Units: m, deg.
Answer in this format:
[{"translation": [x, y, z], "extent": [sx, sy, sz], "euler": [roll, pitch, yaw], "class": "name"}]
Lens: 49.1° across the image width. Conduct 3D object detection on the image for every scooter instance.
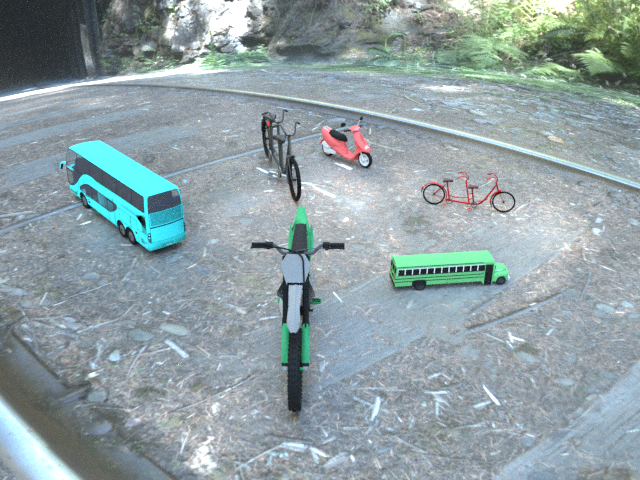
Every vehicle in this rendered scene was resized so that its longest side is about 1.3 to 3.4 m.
[{"translation": [0.523, -2.036, 14.225], "extent": [1.399, 0.919, 0.662], "euler": [23, 35, 37], "class": "scooter"}]

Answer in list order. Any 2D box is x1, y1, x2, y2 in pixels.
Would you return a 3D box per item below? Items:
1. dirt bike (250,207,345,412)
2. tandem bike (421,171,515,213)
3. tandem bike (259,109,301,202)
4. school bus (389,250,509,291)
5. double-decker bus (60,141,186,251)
[{"translation": [-0.239, 0.615, 8.301], "extent": [1.024, 1.666, 2.903], "euler": [0, 27, 1], "class": "dirt bike"}, {"translation": [2.585, -0.863, 12.221], "extent": [1.642, 0.682, 0.283], "euler": [8, 28, 15], "class": "tandem bike"}, {"translation": [-0.780, -1.845, 13.415], "extent": [0.550, 1.326, 3.192], "euler": [-7, 28, -14], "class": "tandem bike"}, {"translation": [1.868, 0.422, 10.012], "extent": [1.708, 0.434, 0.365], "euler": [-3, 28, -6], "class": "school bus"}, {"translation": [-3.361, -0.829, 11.753], "extent": [0.756, 1.052, 3.251], "euler": [-21, 34, -35], "class": "double-decker bus"}]
